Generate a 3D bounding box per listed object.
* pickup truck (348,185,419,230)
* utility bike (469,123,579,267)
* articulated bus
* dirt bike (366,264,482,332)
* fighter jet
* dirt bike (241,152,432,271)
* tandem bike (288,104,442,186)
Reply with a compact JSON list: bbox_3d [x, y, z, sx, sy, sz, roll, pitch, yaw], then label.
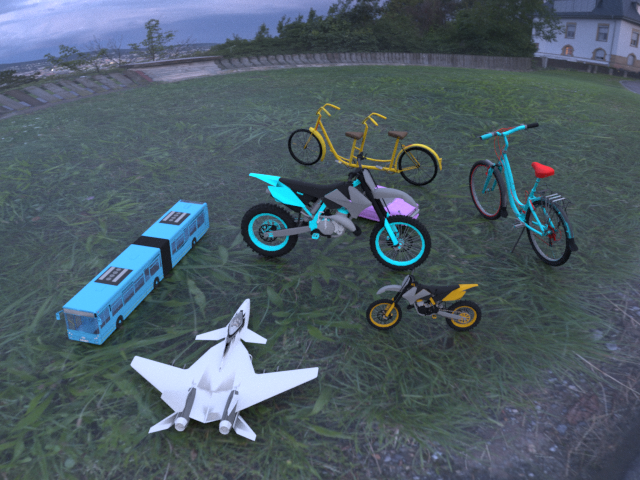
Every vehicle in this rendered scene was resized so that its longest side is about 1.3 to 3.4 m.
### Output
[{"bbox_3d":[0.892,-0.647,12.034,1.603,0.511,0.640,16,32,27],"label":"pickup truck"},{"bbox_3d":[3.035,-0.779,10.877,1.039,1.839,2.791,-11,30,-19],"label":"utility bike"},{"bbox_3d":[-2.531,0.335,10.152,0.605,0.561,3.401,8,29,14],"label":"articulated bus"},{"bbox_3d":[1.341,0.807,8.961,1.493,0.857,0.527,0,28,1],"label":"dirt bike"},{"bbox_3d":[-1.115,1.279,8.399,2.229,0.557,2.640,3,28,5],"label":"fighter jet"},{"bbox_3d":[0.209,-0.380,10.316,2.903,1.666,1.024,6,29,11],"label":"dirt bike"},{"bbox_3d":[0.798,-1.845,13.405,3.192,1.326,0.550,12,31,22],"label":"tandem bike"}]
